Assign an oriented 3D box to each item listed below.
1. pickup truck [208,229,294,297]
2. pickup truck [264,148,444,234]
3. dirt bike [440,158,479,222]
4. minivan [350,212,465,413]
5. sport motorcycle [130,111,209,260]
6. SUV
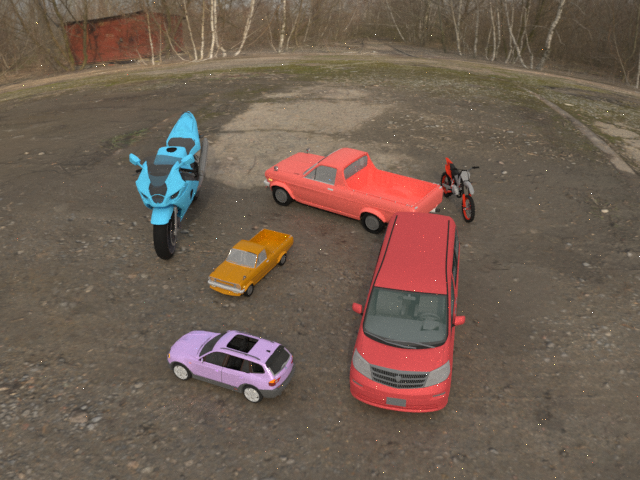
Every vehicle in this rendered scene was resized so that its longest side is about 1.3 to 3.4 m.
[{"bbox_3d":[-1.004,0.269,10.436,0.640,0.511,1.603,14,32,23],"label":"pickup truck"},{"bbox_3d":[0.535,-0.983,12.182,3.117,0.993,1.244,18,34,29],"label":"pickup truck"},{"bbox_3d":[2.425,-0.941,12.246,0.527,0.857,1.493,-6,30,-10],"label":"dirt bike"},{"bbox_3d":[1.150,0.787,8.807,1.324,1.197,3.011,6,30,11],"label":"minivan"},{"bbox_3d":[-2.369,-0.962,11.526,0.983,1.596,2.955,0,29,1],"label":"sport motorcycle"},{"bbox_3d":[-1.071,1.402,8.339,1.572,0.580,0.656,12,31,21],"label":"SUV"}]
